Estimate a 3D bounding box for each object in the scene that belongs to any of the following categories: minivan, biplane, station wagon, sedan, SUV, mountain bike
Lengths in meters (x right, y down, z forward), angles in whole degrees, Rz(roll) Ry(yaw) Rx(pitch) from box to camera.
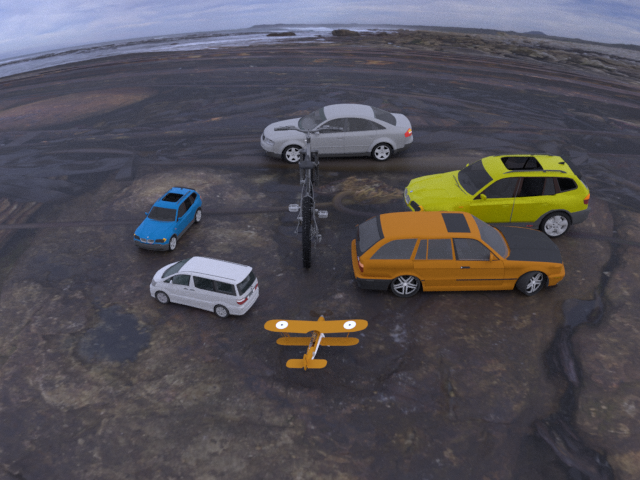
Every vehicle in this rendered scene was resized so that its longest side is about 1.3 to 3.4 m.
[{"bbox_3d":[-1.657,0.599,9.858,1.548,0.616,0.681,11,32,18],"label":"minivan"},{"bbox_3d":[-0.095,1.281,8.805,1.336,0.504,1.090,6,31,10],"label":"biplane"},{"bbox_3d":[2.032,0.133,10.352,3.105,0.920,1.327,-1,30,-1],"label":"station wagon"},{"bbox_3d":[0.341,-2.251,14.399,3.137,0.940,1.235,-2,30,-4],"label":"sedan"},{"bbox_3d":[2.939,-0.792,11.723,3.058,1.128,1.276,-1,30,-2],"label":"SUV"},{"bbox_3d":[-2.490,-0.377,11.558,0.656,0.580,1.572,8,31,14],"label":"SUV"},{"bbox_3d":[-0.186,-0.821,11.220,1.114,1.688,2.857,0,30,0],"label":"mountain bike"}]
